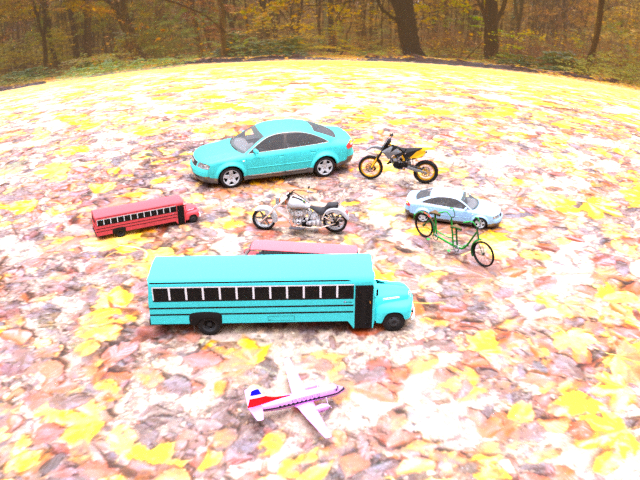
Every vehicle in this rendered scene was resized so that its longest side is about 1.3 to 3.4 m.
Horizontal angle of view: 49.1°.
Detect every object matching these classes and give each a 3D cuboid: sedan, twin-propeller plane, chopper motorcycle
[{"bbox_3d":[-0.910,-1.746,13.350,3.137,0.940,1.235,-8,29,-16],"label":"sedan"},{"bbox_3d":[-0.241,1.647,7.448,1.095,0.407,1.370,-10,29,-18],"label":"twin-propeller plane"},{"bbox_3d":[2.213,-0.574,11.606,1.613,0.483,0.635,8,29,15],"label":"sedan"},{"bbox_3d":[-0.312,-0.489,11.143,1.563,0.761,0.466,4,28,7],"label":"chopper motorcycle"}]

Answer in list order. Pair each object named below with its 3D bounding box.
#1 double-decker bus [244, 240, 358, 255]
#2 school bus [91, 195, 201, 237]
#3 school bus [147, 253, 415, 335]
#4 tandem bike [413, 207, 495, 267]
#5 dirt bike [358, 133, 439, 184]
[{"bbox_3d":[-0.292,0.317,9.843,1.672,0.541,0.389,3,28,6],"label":"double-decker bus"},{"bbox_3d":[-2.795,-0.404,11.333,1.708,0.434,0.365,-13,30,-23],"label":"school bus"},{"bbox_3d":[-0.458,0.654,8.873,3.322,0.844,0.709,-1,28,-2],"label":"school bus"},{"bbox_3d":[2.003,-0.147,10.577,0.283,0.682,1.642,-20,34,-33],"label":"tandem bike"},{"bbox_3d":[1.449,-1.479,12.931,1.493,0.857,0.527,5,28,10],"label":"dirt bike"}]
